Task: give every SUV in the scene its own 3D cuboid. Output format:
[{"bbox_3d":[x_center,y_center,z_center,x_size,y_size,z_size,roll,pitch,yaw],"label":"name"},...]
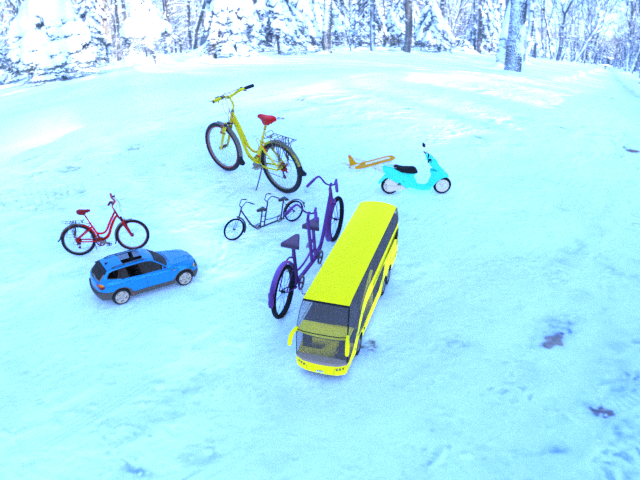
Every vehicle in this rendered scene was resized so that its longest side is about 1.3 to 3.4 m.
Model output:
[{"bbox_3d":[-2.606,0.436,10.366,1.572,0.580,0.656,-17,33,-28],"label":"SUV"}]

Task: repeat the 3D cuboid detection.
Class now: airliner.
[{"bbox_3d":[1.072,-1.680,14.457,1.307,0.429,1.161,-19,34,-31],"label":"airliner"}]

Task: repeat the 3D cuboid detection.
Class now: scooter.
[{"bbox_3d":[1.809,-1.301,13.236,1.399,0.919,0.662,-1,28,-1],"label":"scooter"}]

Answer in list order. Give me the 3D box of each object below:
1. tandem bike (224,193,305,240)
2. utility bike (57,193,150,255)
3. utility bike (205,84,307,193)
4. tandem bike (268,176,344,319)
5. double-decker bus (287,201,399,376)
[{"bbox_3d":[-0.931,-0.470,11.943,1.642,0.682,0.283,-19,34,-31],"label":"tandem bike"},{"bbox_3d":[-3.495,-0.244,11.244,1.435,0.946,0.535,-6,29,-10],"label":"utility bike"},{"bbox_3d":[-1.378,-1.920,13.416,2.791,1.839,1.039,23,36,36],"label":"utility bike"},{"bbox_3d":[-0.142,-0.042,10.467,0.550,1.326,3.192,9,30,17],"label":"tandem bike"},{"bbox_3d":[0.446,0.575,9.610,0.756,1.052,3.251,8,29,15],"label":"double-decker bus"}]
